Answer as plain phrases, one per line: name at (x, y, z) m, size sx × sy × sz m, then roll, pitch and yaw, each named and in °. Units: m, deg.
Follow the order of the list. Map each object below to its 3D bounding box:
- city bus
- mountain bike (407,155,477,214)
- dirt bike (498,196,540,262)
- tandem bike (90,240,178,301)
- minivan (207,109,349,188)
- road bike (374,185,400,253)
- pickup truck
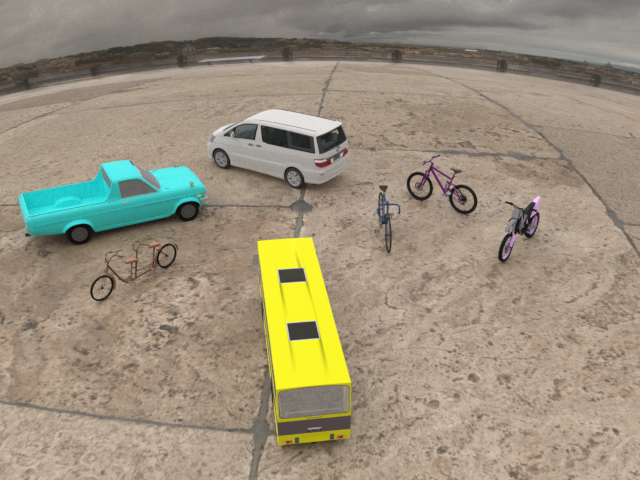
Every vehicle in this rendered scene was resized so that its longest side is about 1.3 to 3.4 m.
city bus at (-0.280, 1.135, 8.798) m, size 0.926 × 0.894 × 3.255 m, roll -4°, pitch 29°, yaw -7°
mountain bike at (2.214, -1.002, 12.732) m, size 1.469 × 0.868 × 0.573 m, roll 21°, pitch 35°, yaw 34°
dirt bike at (3.266, -0.235, 11.342) m, size 0.527 × 0.857 × 1.493 m, roll 20°, pitch 35°, yaw 32°
tandem bike at (-2.758, 0.342, 10.468) m, size 0.283 × 0.682 × 1.642 m, roll 21°, pitch 35°, yaw 33°
minivan at (-0.915, -1.972, 14.162) m, size 3.011 × 1.197 × 1.324 m, roll 17°, pitch 33°, yaw 28°
road bike at (1.083, -0.421, 11.687) m, size 0.358 × 0.852 × 1.545 m, roll -1°, pitch 29°, yaw -2°
pickup truck at (-3.567, -0.768, 12.174) m, size 3.117 × 0.993 × 1.244 m, roll -14°, pitch 32°, yaw -24°
